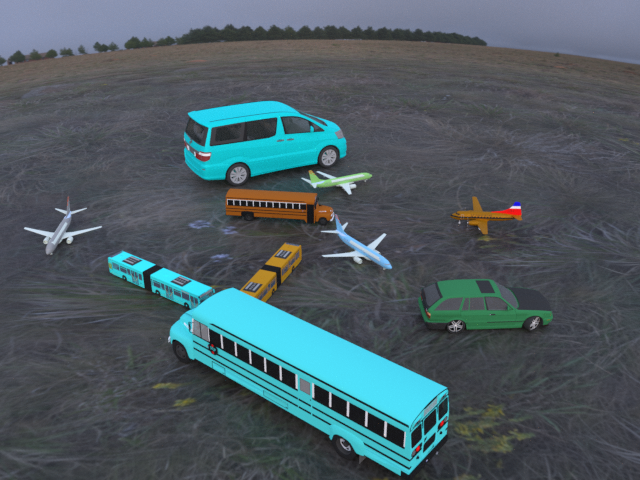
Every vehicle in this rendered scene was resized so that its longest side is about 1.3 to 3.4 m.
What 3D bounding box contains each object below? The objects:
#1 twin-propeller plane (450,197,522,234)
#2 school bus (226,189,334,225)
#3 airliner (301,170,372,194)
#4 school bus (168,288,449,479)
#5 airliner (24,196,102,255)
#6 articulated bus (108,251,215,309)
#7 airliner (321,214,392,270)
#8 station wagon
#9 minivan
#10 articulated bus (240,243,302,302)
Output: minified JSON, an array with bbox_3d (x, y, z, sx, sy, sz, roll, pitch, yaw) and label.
[{"bbox_3d":[2.586,-0.422,10.909,1.095,0.407,1.370,2,28,4],"label":"twin-propeller plane"},{"bbox_3d":[-0.630,-0.535,11.096,1.708,0.434,0.365,4,28,7],"label":"school bus"},{"bbox_3d":[0.361,-1.122,12.231,1.307,0.429,1.161,-14,31,-25],"label":"airliner"},{"bbox_3d":[-0.295,1.289,7.145,3.322,0.844,0.709,21,34,34],"label":"school bus"},{"bbox_3d":[-3.902,-0.209,10.474,1.161,0.429,1.307,-1,27,-2],"label":"airliner"},{"bbox_3d":[-2.111,0.533,9.201,1.749,0.289,0.311,18,33,31],"label":"articulated bus"},{"bbox_3d":[0.594,0.039,9.998,1.161,0.429,1.307,-19,33,-32],"label":"airliner"},{"bbox_3d":[2.028,0.766,8.552,1.597,0.473,0.682,-1,27,-2],"label":"station wagon"},{"bbox_3d":[-0.954,-1.892,12.881,3.011,1.197,1.324,-14,31,-25],"label":"minivan"},{"bbox_3d":[-0.694,0.531,9.204,0.311,0.289,1.749,10,29,19],"label":"articulated bus"}]
